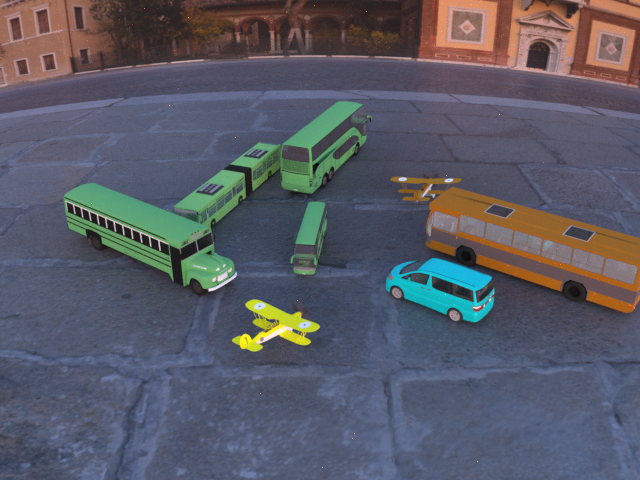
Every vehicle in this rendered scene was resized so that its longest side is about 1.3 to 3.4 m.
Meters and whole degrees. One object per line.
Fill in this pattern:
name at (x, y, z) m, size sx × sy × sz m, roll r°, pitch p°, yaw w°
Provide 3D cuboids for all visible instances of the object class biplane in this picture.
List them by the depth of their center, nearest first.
biplane at (-0.626, 1.164, 9.126) m, size 1.336 × 0.504 × 1.090 m, roll 26°, pitch 38°, yaw 38°
biplane at (1.887, -0.922, 12.933) m, size 1.336 × 0.504 × 1.090 m, roll 12°, pitch 31°, yaw 21°

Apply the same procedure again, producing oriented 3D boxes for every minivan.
minivan at (1.686, 0.632, 9.982) m, size 1.548 × 0.616 × 0.681 m, roll 20°, pitch 35°, yaw 32°

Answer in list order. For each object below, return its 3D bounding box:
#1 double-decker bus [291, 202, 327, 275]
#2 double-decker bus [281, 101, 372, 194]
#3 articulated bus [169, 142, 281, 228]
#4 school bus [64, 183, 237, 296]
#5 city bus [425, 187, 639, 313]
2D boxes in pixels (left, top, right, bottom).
double-decker bus at (-0.148, -0.032, 11.271) m, size 0.389 × 0.541 × 1.672 m, roll 3°, pitch 29°, yaw 6°
double-decker bus at (0.169, -1.971, 14.278) m, size 0.756 × 1.052 × 3.251 m, roll 11°, pitch 31°, yaw 20°
articulated bus at (-1.631, -1.028, 13.068) m, size 0.605 × 0.561 × 3.401 m, roll 11°, pitch 31°, yaw 19°
school bus at (-2.711, -0.065, 11.016) m, size 3.322 × 0.844 × 0.709 m, roll 20°, pitch 34°, yaw 31°
city bus at (3.235, 0.115, 10.634) m, size 3.255 × 0.894 × 0.926 m, roll 20°, pitch 34°, yaw 32°
